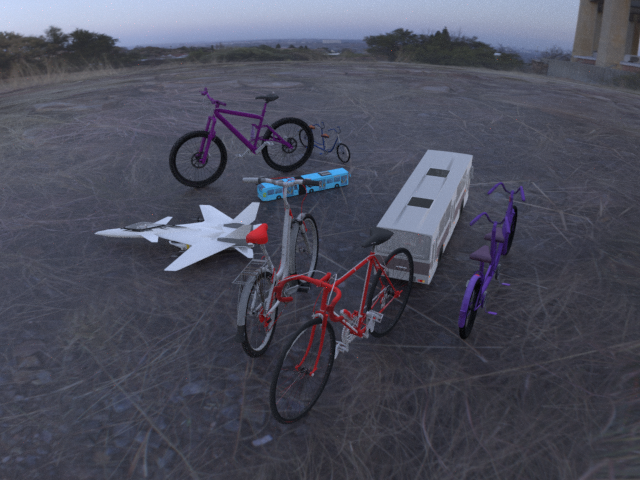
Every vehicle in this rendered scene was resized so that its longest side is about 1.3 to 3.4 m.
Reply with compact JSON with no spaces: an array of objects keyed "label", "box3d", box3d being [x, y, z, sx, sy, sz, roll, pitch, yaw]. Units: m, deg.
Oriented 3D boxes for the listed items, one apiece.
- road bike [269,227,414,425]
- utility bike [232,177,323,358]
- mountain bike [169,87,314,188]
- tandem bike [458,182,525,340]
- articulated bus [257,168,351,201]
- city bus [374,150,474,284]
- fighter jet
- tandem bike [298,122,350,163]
[{"label":"road bike","box3d":[0.357,0.789,7.845,0.696,1.656,3.004,18,32,30]},{"label":"utility bike","box3d":[-0.585,0.171,8.823,1.039,1.839,2.791,9,29,16]},{"label":"mountain bike","box3d":[-1.416,-1.914,12.952,2.857,1.688,1.114,-13,30,-22]},{"label":"tandem bike","box3d":[2.337,0.130,9.453,0.550,1.326,3.192,12,30,22]},{"label":"articulated bus","box3d":[-0.282,-1.012,12.738,1.749,0.289,0.311,-13,30,-23]},{"label":"city bus","box3d":[1.692,-0.427,10.975,0.926,0.894,3.255,10,29,18]},{"label":"fighter jet","box3d":[-2.255,-0.208,10.921,2.640,0.557,2.229,2,28,4]},{"label":"tandem bike","box3d":[0.065,-2.078,14.344,0.283,0.682,1.642,-22,35,-35]}]
